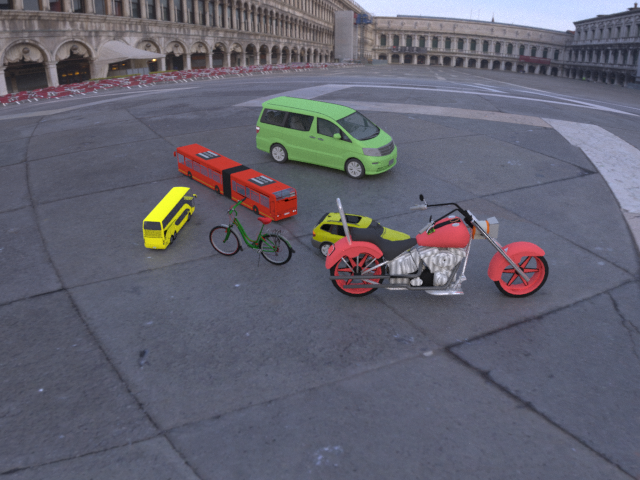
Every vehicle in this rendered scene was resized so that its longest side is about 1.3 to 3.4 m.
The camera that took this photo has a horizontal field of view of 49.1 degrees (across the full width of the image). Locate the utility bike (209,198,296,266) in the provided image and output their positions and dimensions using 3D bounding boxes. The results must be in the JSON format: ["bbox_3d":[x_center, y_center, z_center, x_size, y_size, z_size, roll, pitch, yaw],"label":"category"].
[{"bbox_3d":[-1.055,-0.081,10.441,1.435,0.946,0.535,9,27,18],"label":"utility bike"}]

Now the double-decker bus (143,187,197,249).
[{"bbox_3d":[-2.470,-0.401,11.583,0.389,0.541,1.672,3,26,7],"label":"double-decker bus"}]

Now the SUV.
[{"bbox_3d":[0.646,-0.047,10.795,1.572,0.580,0.656,8,27,17],"label":"SUV"}]

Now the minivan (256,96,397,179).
[{"bbox_3d":[0.137,-2.172,14.534,3.011,1.197,1.324,15,29,28],"label":"minivan"}]

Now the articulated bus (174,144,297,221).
[{"bbox_3d":[-1.646,-1.134,13.096,0.605,0.561,3.401,-20,32,-35],"label":"articulated bus"}]

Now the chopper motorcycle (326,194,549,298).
[{"bbox_3d":[1.593,0.112,9.415,3.040,1.480,0.906,-1,26,-2],"label":"chopper motorcycle"}]
